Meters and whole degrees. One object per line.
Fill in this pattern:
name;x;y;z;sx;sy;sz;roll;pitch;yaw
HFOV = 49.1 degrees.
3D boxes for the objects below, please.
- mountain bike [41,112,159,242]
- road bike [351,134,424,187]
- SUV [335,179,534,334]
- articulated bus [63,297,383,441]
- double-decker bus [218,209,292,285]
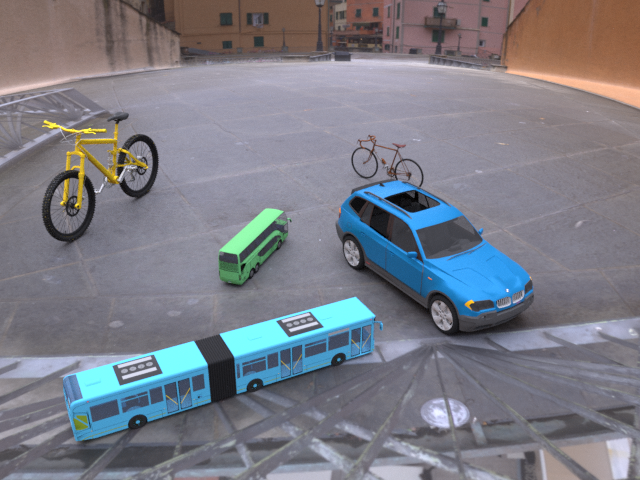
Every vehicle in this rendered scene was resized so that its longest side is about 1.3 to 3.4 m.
mountain bike;-3.435;-1.157;11.109;1.114;1.688;2.857;10;29;19
road bike;1.185;-1.387;12.468;1.545;0.852;0.358;20;33;34
SUV;1.427;0.093;9.296;1.276;1.128;3.058;-17;32;-29
articulated bus;-0.943;1.324;7.529;3.401;0.561;0.605;-13;30;-24
double-decker bus;-0.914;0.049;10.021;0.389;0.541;1.672;10;29;19
